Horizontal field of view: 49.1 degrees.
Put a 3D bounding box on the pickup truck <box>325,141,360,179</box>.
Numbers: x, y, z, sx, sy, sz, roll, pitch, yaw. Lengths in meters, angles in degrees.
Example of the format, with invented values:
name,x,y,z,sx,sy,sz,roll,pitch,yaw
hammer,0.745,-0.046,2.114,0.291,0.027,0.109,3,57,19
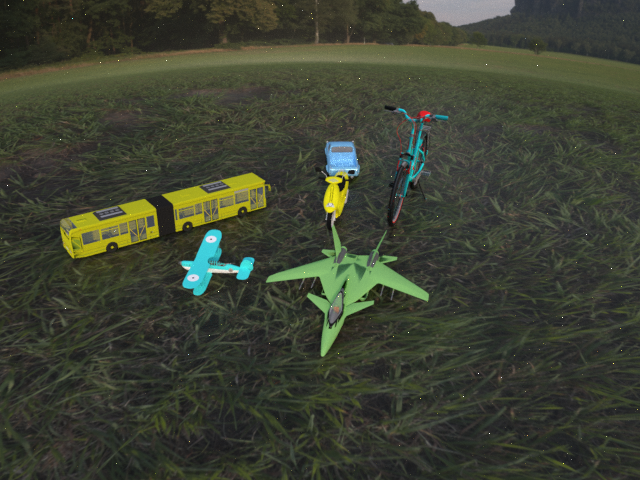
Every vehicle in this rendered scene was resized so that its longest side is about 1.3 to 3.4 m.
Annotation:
name,x,y,z,sx,sy,sz,roll,pitch,yaw
pickup truck,0.426,-1.626,13.699,0.640,0.511,1.603,-1,27,-1

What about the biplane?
name,x,y,z,sx,sy,sz,roll,pitch,yaw
biplane,-1.473,0.385,9.812,1.090,0.504,1.336,4,28,8

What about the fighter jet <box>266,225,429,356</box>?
name,x,y,z,sx,sy,sz,roll,pitch,yaw
fighter jet,0.312,0.624,9.291,2.229,0.557,2.640,6,28,11

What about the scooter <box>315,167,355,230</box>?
name,x,y,z,sx,sy,sz,roll,pitch,yaw
scooter,0.273,-0.823,11.701,0.662,0.919,1.399,5,28,10

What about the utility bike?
name,x,y,z,sx,sy,sz,roll,pitch,yaw
utility bike,1.647,-1.434,11.880,1.039,1.839,2.791,9,29,17

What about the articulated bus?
name,x,y,z,sx,sy,sz,roll,pitch,yaw
articulated bus,-2.408,-0.438,11.343,3.401,0.561,0.605,-18,32,-30
